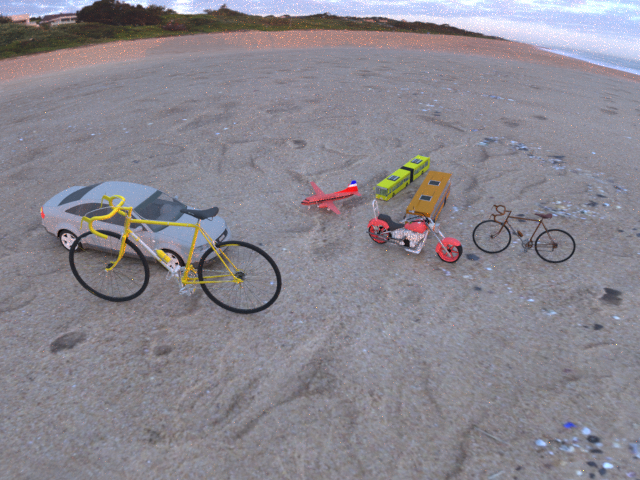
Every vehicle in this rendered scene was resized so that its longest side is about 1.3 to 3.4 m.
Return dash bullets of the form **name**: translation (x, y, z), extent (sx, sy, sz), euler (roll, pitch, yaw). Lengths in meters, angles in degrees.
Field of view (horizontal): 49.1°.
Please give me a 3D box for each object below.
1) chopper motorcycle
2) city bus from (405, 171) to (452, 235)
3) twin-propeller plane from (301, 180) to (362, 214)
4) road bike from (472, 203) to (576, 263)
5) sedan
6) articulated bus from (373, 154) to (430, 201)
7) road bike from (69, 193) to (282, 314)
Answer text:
- **chopper motorcycle**: translation (1.471, -0.136, 10.926), extent (1.563, 0.761, 0.466), euler (14, 33, 23)
- **city bus**: translation (1.886, -0.650, 12.116), extent (0.476, 0.460, 1.674), euler (11, 32, 18)
- **twin-propeller plane**: translation (0.175, -0.804, 12.435), extent (1.095, 0.407, 1.370), euler (-11, 32, -18)
- **road bike**: translation (3.136, -0.087, 10.751), extent (1.545, 0.852, 0.358), euler (9, 31, 15)
- **sedan**: translation (-2.919, -0.330, 11.083), extent (3.137, 0.940, 1.235), euler (10, 32, 17)
- **articulated bus**: translation (1.579, -1.197, 13.232), extent (0.311, 0.289, 1.749), euler (19, 35, 29)
- **road bike**: translation (-1.995, 0.228, 9.404), extent (3.004, 1.656, 0.697), euler (5, 30, 8)
